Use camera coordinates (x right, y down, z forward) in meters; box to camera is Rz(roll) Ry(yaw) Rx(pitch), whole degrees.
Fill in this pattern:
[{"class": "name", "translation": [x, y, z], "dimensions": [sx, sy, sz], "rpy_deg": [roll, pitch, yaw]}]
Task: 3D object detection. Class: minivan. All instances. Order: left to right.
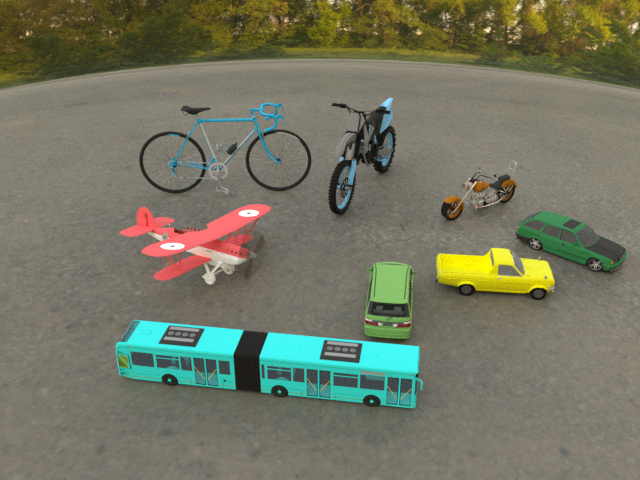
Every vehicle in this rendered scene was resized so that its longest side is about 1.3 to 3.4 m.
[{"class": "minivan", "translation": [0.914, 0.663, 9.088], "dimensions": [0.681, 0.616, 1.548], "rpy_deg": [4, 28, 7]}]

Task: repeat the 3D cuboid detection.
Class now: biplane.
[{"class": "biplane", "translation": [-1.758, 0.002, 9.932], "dimensions": [2.120, 0.981, 2.598], "rpy_deg": [15, 32, 25]}]

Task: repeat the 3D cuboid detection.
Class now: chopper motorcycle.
[{"class": "chopper motorcycle", "translation": [2.684, -0.830, 11.711], "dimensions": [1.563, 0.761, 0.466], "rpy_deg": [-16, 32, -27]}]

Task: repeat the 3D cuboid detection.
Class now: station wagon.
[{"class": "station wagon", "translation": [3.779, -0.022, 10.512], "dimensions": [1.597, 0.473, 0.682], "rpy_deg": [24, 37, 37]}]

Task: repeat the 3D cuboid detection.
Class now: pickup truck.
[{"class": "pickup truck", "translation": [2.403, 0.419, 9.653], "dimensions": [1.603, 0.511, 0.640], "rpy_deg": [3, 28, 6]}]

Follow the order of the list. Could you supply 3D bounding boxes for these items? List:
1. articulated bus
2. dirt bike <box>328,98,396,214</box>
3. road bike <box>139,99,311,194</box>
[{"class": "articulated bus", "translation": [-0.568, 1.374, 7.824], "dimensions": [3.401, 0.561, 0.605], "rpy_deg": [4, 29, 8]}, {"class": "dirt bike", "translation": [0.807, -1.619, 12.222], "dimensions": [1.024, 1.666, 2.903], "rpy_deg": [12, 31, 22]}, {"class": "road bike", "translation": [-1.651, -1.590, 12.179], "dimensions": [3.004, 1.656, 0.697], "rpy_deg": [-1, 28, -3]}]
